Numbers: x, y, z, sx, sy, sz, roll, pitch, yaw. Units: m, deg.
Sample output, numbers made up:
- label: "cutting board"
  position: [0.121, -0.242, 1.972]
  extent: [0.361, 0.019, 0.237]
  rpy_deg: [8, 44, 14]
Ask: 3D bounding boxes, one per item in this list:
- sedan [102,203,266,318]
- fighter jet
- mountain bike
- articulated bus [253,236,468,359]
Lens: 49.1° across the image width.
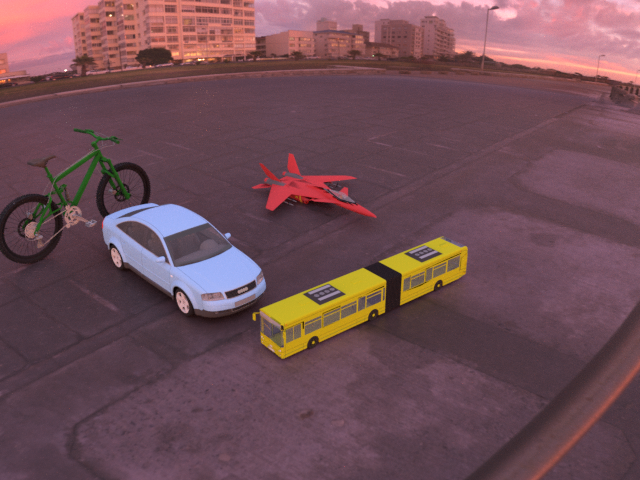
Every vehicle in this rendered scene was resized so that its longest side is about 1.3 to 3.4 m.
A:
- label: "sedan"
  position: [-2.037, 0.131, 10.145]
  extent: [1.235, 0.940, 3.137]
  rpy_deg: [-22, 33, -38]
- label: "fighter jet"
  position: [0.029, -0.945, 12.812]
  extent: [2.640, 0.557, 2.229]
  rpy_deg: [23, 34, 39]
- label: "mountain bike"
  position: [-3.845, -0.743, 11.093]
  extent: [1.114, 1.688, 2.857]
  rpy_deg: [18, 31, 33]
- label: "articulated bus"
  position: [0.682, 0.692, 9.418]
  extent: [3.401, 0.561, 0.605]
  rpy_deg: [-19, 32, -34]
